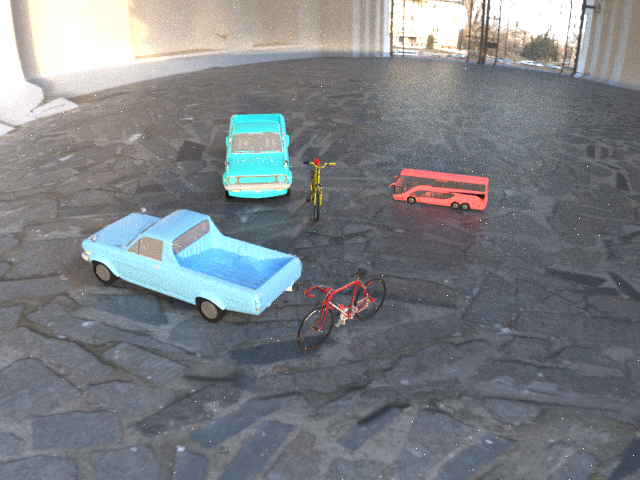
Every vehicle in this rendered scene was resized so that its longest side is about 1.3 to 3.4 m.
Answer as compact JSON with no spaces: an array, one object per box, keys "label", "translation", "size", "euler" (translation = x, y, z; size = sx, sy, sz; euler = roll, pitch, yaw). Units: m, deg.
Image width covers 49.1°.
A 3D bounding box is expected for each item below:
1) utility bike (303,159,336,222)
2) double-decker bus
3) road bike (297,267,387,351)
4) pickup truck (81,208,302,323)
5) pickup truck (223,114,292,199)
[{"label":"utility bike","translation":[-0.026,-0.961,11.841],"size":[0.535,0.946,1.435],"euler":[-2,29,-4]},{"label":"double-decker bus","translation":[2.055,-0.882,12.117],"size":[1.672,0.541,0.389],"euler":[8,30,14]},{"label":"road bike","translation":[0.303,0.811,8.731],"size":[1.545,0.852,0.358],"euler":[-24,37,-36]},{"label":"pickup truck","translation":[-1.819,0.217,9.660],"size":[3.117,0.993,1.244],"euler":[15,32,25]},{"label":"pickup truck","translation":[-1.184,-1.749,13.219],"size":[1.244,0.993,3.117],"euler":[-2,29,-4]}]
